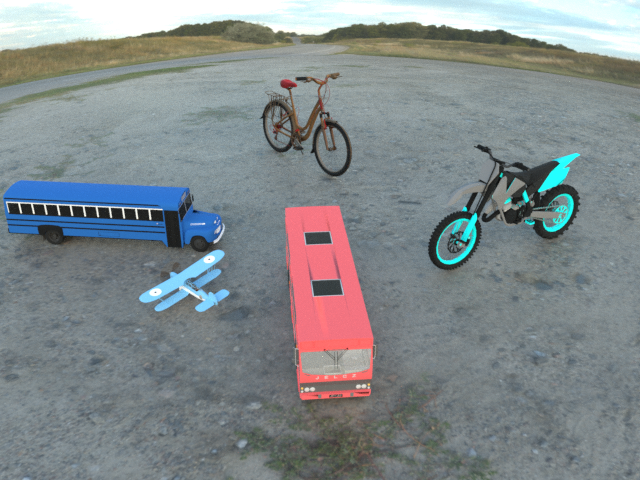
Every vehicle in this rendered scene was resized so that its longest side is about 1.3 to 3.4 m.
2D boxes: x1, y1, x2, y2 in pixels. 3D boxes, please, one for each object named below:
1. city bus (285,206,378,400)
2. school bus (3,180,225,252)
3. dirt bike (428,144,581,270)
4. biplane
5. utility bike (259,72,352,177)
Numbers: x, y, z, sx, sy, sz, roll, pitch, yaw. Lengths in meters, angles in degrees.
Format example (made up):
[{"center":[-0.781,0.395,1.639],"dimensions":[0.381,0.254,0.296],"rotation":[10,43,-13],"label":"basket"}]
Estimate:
[{"center":[0.028,0.664,8.894],"dimensions":[0.926,0.894,3.255],"rotation":[-2,29,-4],"label":"city bus"},{"center":[-3.167,-0.403,10.911],"dimensions":[3.322,0.844,0.709],"rotation":[3,29,5],"label":"school bus"},{"center":[2.816,-0.535,10.292],"dimensions":[2.903,1.666,1.024],"rotation":[-15,32,-25],"label":"dirt bike"},{"center":[-1.712,0.653,9.323],"dimensions":[1.336,0.504,1.090],"rotation":[-25,37,-38],"label":"biplane"},{"center":[-0.255,-2.398,13.541],"dimensions":[1.039,1.839,2.791],"rotation":[-22,35,-35],"label":"utility bike"}]
